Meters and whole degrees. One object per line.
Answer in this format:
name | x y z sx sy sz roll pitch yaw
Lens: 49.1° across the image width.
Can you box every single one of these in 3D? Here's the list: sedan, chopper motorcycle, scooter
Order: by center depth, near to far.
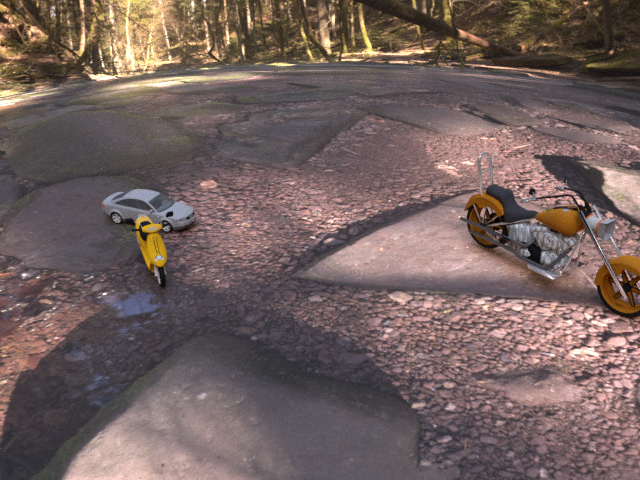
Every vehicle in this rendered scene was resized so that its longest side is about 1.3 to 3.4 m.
chopper motorcycle | 3.222 -0.133 9.575 0.906 1.480 3.040 -19 33 -33
scooter | -2.402 -0.001 9.937 0.662 0.919 1.399 -11 29 -21
sedan | -2.796 -0.530 11.470 1.613 0.483 0.635 10 28 18
